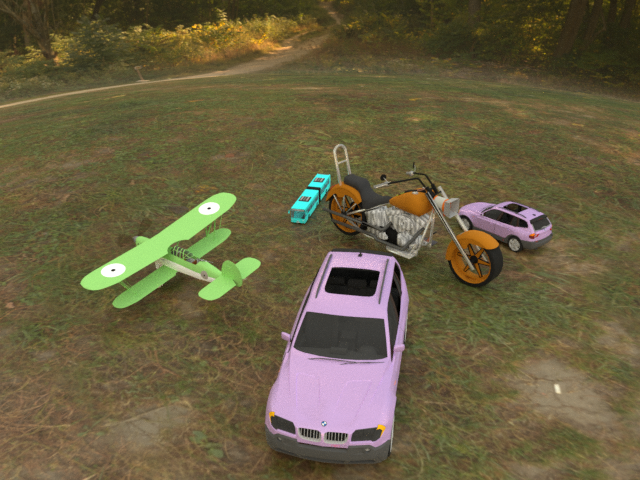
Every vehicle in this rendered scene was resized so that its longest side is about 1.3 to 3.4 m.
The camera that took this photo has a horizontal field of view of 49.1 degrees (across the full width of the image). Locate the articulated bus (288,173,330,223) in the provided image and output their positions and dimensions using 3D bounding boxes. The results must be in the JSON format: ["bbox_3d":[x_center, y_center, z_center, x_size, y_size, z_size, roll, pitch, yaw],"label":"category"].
[{"bbox_3d":[-0.149,-0.753,12.310,0.311,0.289,1.749,7,27,13],"label":"articulated bus"}]

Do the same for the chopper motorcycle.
[{"bbox_3d":[1.290,-0.398,10.215,3.040,1.480,0.906,22,33,37],"label":"chopper motorcycle"}]

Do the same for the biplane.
[{"bbox_3d":[-1.837,0.298,9.353,2.120,0.981,2.598,18,31,33],"label":"biplane"}]

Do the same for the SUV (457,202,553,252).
[{"bbox_3d":[2.903,-0.315,11.073,0.656,0.580,1.572,-20,32,-35],"label":"SUV"}]

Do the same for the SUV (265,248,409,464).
[{"bbox_3d":[0.287,1.085,7.565,1.276,1.128,3.058,5,26,9],"label":"SUV"}]
